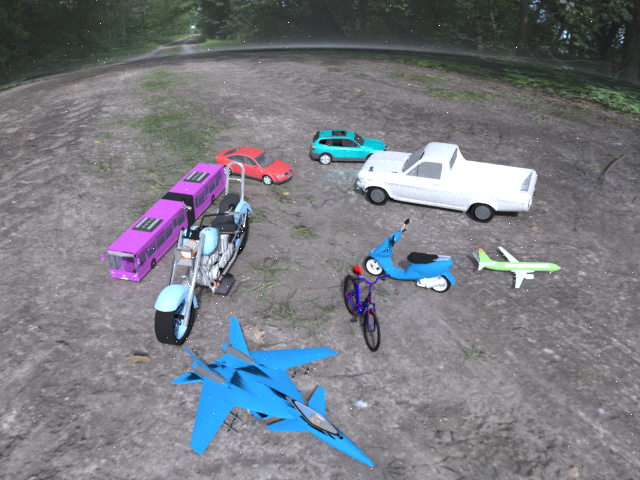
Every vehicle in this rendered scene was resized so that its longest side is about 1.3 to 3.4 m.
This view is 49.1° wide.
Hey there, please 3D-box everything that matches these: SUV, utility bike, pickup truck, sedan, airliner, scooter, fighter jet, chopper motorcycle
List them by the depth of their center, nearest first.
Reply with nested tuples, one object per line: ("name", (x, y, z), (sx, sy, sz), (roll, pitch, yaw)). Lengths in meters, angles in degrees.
("fighter jet", (-0.425, 1.759, 7.927), (2.640, 0.557, 2.229), (24, 38, 35))
("utility bike", (0.593, 0.766, 9.253), (0.535, 0.946, 1.435), (-8, 31, -14))
("chopper motorcycle", (-1.609, 0.108, 9.856), (0.906, 1.480, 3.040), (7, 31, 12))
("scooter", (1.302, 0.253, 10.165), (1.399, 0.919, 0.662), (14, 33, 22))
("airliner", (2.992, 0.318, 10.540), (1.307, 0.429, 1.161), (0, 30, 0))
("pickup truck", (2.249, -1.129, 12.476), (3.117, 0.993, 1.244), (10, 32, 17))
("sedan", (-1.278, -1.491, 13.610), (1.613, 0.483, 0.635), (15, 33, 24))
("SUV", (0.572, -1.910, 14.236), (1.572, 0.580, 0.656), (1, 30, 1))

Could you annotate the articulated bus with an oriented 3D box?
("articulated bus", (-2.455, -0.409, 11.665), (0.605, 0.561, 3.401), (8, 31, 14))
